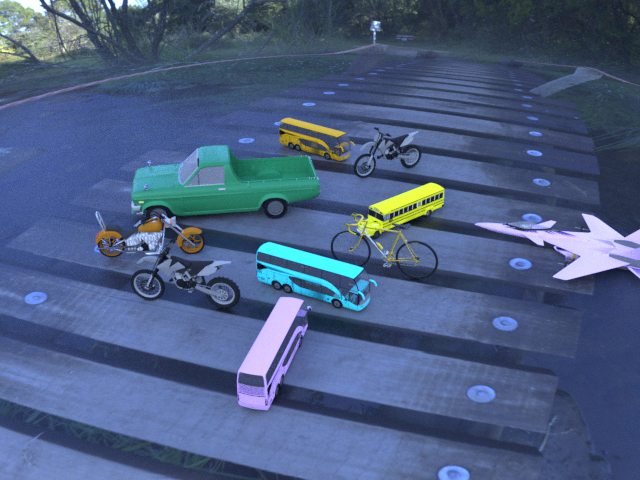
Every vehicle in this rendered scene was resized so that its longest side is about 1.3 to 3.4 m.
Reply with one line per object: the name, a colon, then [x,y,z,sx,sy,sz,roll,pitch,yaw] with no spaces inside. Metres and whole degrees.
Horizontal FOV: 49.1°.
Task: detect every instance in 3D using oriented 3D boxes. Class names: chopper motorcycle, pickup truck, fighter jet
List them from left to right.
chopper motorcycle: [-2.484,-0.110,10.217,1.563,0.761,0.466,-4,29,-7]
pickup truck: [-1.568,-0.995,11.612,3.117,0.993,1.244,-4,29,-8]
fighter jet: [3.608,-0.108,10.428,2.640,0.557,2.229,14,31,25]

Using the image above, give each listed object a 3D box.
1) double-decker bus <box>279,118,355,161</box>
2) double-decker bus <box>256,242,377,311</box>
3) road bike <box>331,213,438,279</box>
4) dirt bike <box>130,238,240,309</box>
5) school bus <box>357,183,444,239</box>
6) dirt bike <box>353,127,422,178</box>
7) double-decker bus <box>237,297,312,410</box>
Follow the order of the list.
double-decker bus: [-0.097,-1.998,13.944,1.672,0.541,0.389,21,35,33]
double-decker bus: [-0.080,0.489,9.339,1.672,0.541,0.389,15,32,25]
road bike: [0.886,0.094,9.744,1.545,0.852,0.358,9,30,16]
dirt bike: [-1.764,0.471,9.040,1.493,0.857,0.527,5,29,9]
school bus: [1.305,-0.479,11.244,1.708,0.434,0.365,-22,35,-35]
dirt bike: [1.274,-1.637,12.944,1.493,0.857,0.527,-15,32,-25]
double-decker bus: [-0.502,1.224,7.978,0.389,0.541,1.672,7,29,13]
